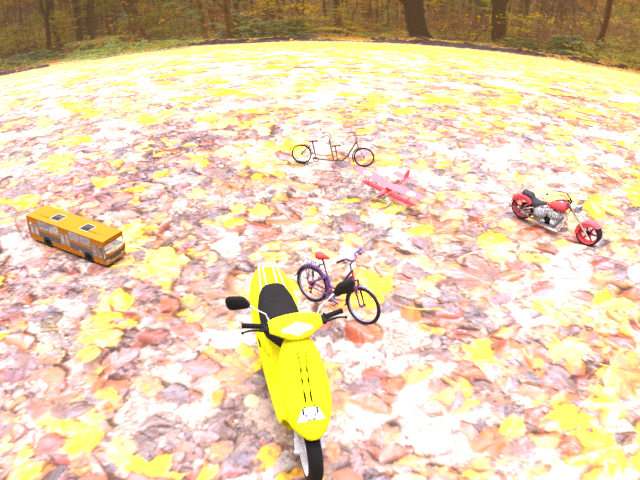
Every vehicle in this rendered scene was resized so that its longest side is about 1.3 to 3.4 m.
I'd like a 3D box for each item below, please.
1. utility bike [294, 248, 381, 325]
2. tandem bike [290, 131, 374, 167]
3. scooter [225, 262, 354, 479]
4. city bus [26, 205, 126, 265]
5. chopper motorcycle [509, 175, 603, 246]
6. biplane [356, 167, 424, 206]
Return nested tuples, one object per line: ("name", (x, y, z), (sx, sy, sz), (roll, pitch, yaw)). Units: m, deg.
("utility bike", (0.241, 0.519, 9.271), (1.435, 0.946, 0.535), (22, 37, 32))
("tandem bike", (0.225, -1.746, 13.385), (1.642, 0.682, 0.283), (4, 31, 7))
("scooter", (-0.355, 1.082, 7.482), (1.288, 1.786, 2.721), (-7, 31, -12))
("city bus", (-3.751, -0.067, 10.748), (1.674, 0.460, 0.476), (17, 34, 26))
("chopper motorcycle", (3.760, -0.477, 11.148), (1.563, 0.761, 0.466), (27, 40, 37))
("biplane", (1.283, -0.919, 12.154), (1.336, 0.504, 1.090), (21, 36, 31))
